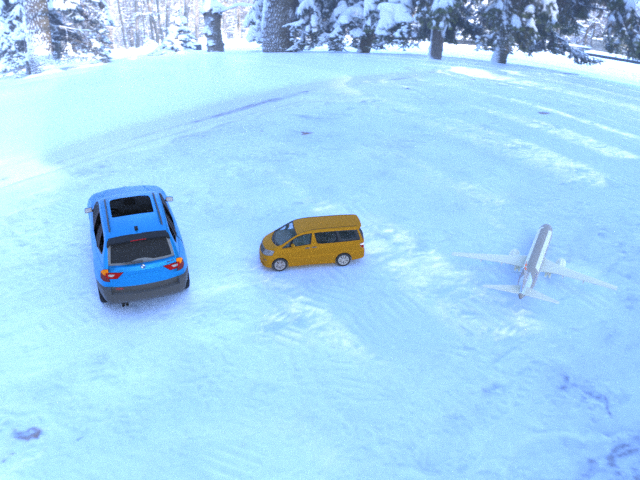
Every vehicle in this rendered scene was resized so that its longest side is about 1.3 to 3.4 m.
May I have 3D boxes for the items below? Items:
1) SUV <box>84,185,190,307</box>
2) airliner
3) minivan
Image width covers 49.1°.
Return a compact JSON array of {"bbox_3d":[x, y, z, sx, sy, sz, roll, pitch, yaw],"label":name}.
[{"bbox_3d":[-2.699,-0.169,10.147,1.276,1.128,3.058,-9,30,-16],"label":"SUV"},{"bbox_3d":[3.064,0.134,9.903,2.257,0.835,2.541,12,31,21],"label":"airliner"},{"bbox_3d":[-0.128,0.016,10.342,1.548,0.616,0.681,-4,29,-8],"label":"minivan"}]
